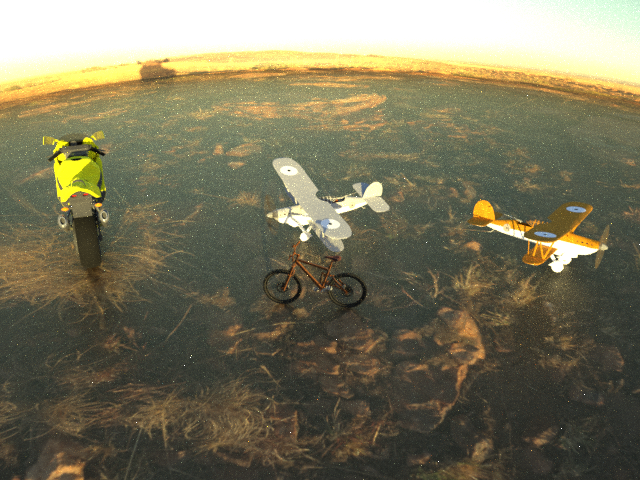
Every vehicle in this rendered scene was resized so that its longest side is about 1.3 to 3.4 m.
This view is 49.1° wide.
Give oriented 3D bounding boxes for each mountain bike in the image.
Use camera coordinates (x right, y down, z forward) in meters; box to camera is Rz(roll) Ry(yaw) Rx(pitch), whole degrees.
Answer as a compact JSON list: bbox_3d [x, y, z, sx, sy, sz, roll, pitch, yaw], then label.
[{"bbox_3d":[-0.074,0.542,9.730,1.469,0.868,0.573,3,27,6],"label":"mountain bike"}]

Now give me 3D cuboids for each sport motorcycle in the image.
[{"bbox_3d":[-3.883,-0.742,11.429,0.983,1.596,2.955,-9,29,-17],"label":"sport motorcycle"}]

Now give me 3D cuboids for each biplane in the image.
[{"bbox_3d":[0.116,-0.546,11.719,2.120,0.981,2.598,-12,29,-21],"label":"biplane"},{"bbox_3d":[3.395,-0.131,10.913,2.120,0.981,2.598,17,32,29],"label":"biplane"}]
